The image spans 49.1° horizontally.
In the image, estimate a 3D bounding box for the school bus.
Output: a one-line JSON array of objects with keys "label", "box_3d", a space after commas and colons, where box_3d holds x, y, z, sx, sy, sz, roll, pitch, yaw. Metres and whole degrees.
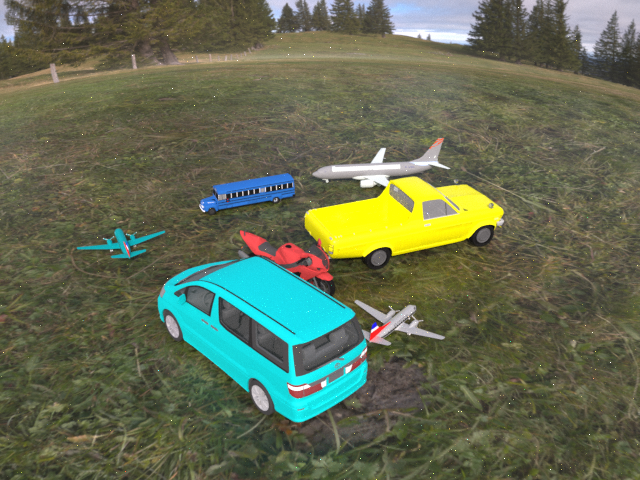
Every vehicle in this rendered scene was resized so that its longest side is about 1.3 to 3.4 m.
[{"label": "school bus", "box_3d": [-1.298, -0.825, 12.465, 1.708, 0.434, 0.365, -12, 30, -21]}]

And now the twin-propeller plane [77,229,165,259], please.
[{"label": "twin-propeller plane", "box_3d": [-3.080, 0.011, 10.941, 1.370, 0.407, 1.095, -12, 31, -21]}]

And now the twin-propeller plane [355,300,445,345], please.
[{"label": "twin-propeller plane", "box_3d": [0.954, 1.036, 9.038, 1.370, 0.407, 1.095, 21, 35, 33]}]

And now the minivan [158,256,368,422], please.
[{"label": "minivan", "box_3d": [-0.813, 0.926, 8.408, 1.324, 1.197, 3.011, -23, 36, -36]}]

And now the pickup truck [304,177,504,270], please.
[{"label": "pickup truck", "box_3d": [1.350, -0.381, 11.050, 3.117, 0.993, 1.244, -11, 30, -20]}]

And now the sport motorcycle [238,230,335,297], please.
[{"label": "sport motorcycle", "box_3d": [-0.467, 0.350, 9.875, 1.520, 0.821, 0.506, 14, 31, 24]}]

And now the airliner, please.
[{"label": "airliner", "box_3d": [1.117, -1.507, 13.308, 2.541, 0.835, 2.257, -2, 28, -4]}]
